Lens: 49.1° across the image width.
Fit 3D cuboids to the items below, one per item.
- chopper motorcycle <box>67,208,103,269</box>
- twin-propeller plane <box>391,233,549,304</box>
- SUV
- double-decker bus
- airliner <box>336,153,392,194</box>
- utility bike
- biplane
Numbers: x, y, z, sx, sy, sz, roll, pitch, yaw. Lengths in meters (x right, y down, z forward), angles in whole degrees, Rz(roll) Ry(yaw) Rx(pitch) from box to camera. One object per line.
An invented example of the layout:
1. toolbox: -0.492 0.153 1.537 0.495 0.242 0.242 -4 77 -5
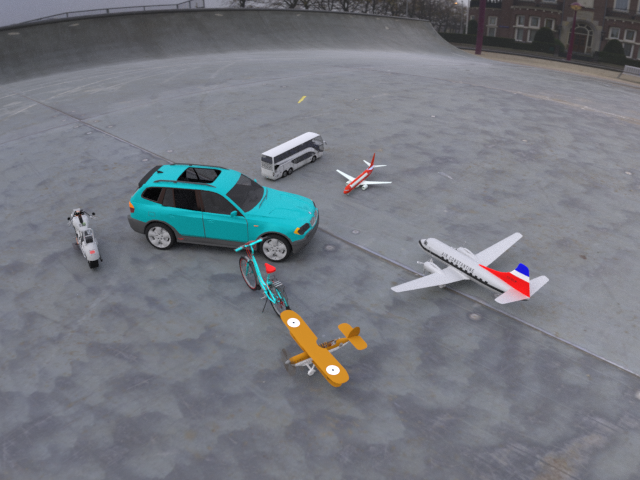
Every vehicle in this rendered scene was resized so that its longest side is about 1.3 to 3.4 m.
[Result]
1. chopper motorcycle: -3.701 -0.146 10.947 0.466 0.761 1.563 -14 32 -23
2. twin-propeller plane: 2.176 0.320 10.097 2.663 0.792 2.129 -20 35 -31
3. SUV: -1.545 -0.522 11.235 3.058 1.128 1.276 6 30 10
4. double-decker bus: -0.515 -1.691 13.882 0.389 0.541 1.672 21 36 32
5. airliner: 0.760 -1.237 13.198 1.161 0.429 1.307 16 33 25
6. utility bike: -0.823 0.506 9.616 0.535 0.946 1.435 -18 34 -28
7. biplane: 0.055 1.347 8.584 1.090 0.504 1.336 -18 34 -28
